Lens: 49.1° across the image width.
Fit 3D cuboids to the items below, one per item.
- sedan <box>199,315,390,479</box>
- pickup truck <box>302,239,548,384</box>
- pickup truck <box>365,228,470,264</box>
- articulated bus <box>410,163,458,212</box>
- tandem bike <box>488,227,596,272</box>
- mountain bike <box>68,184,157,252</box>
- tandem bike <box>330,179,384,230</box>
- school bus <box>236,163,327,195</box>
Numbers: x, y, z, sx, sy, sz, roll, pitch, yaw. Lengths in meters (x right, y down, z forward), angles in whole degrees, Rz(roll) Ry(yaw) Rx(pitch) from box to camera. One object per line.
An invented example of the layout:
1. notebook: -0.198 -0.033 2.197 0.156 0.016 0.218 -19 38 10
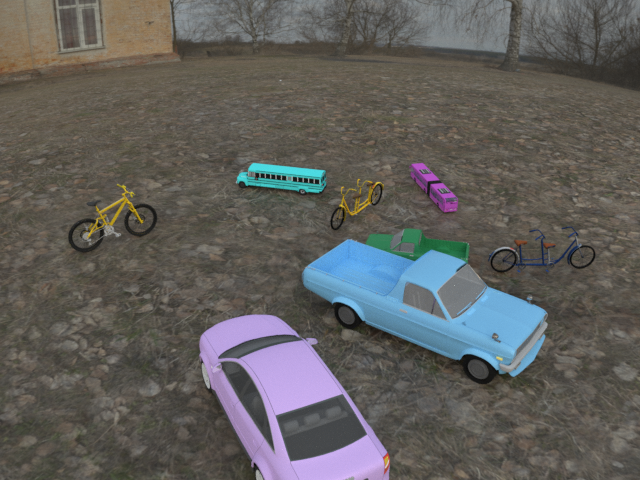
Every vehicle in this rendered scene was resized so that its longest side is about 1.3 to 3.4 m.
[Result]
1. sedan: -0.408 1.591 7.382 1.235 0.940 3.137 -13 30 -22
2. pickup truck: 1.287 0.713 8.982 3.117 0.993 1.244 19 34 32
3. pickup truck: 1.450 0.144 10.570 1.603 0.511 0.640 6 29 12
4. articulated bus: 2.087 -0.987 12.941 0.311 0.289 1.749 -6 29 -12
5. tandem bike: 3.307 0.157 10.363 1.642 0.682 0.283 -2 28 -4
6. mountain bike: -3.280 -0.334 11.091 1.469 0.868 0.573 -19 33 -32
7. tandem bike: 0.661 -0.712 12.002 0.283 0.682 1.642 19 33 31
8. school bus: -0.743 -1.149 13.091 1.708 0.434 0.365 7 29 14
